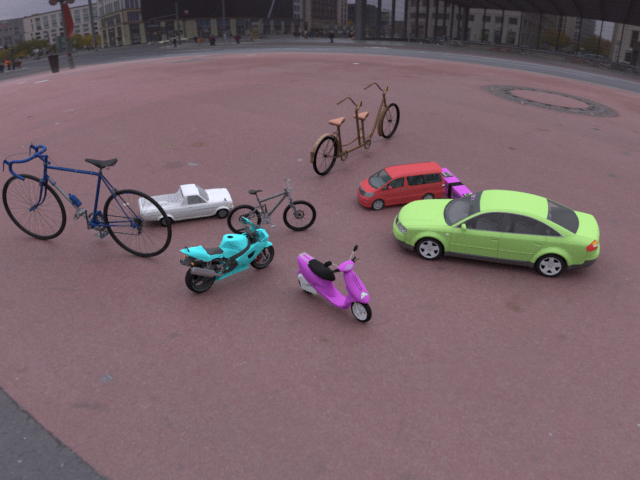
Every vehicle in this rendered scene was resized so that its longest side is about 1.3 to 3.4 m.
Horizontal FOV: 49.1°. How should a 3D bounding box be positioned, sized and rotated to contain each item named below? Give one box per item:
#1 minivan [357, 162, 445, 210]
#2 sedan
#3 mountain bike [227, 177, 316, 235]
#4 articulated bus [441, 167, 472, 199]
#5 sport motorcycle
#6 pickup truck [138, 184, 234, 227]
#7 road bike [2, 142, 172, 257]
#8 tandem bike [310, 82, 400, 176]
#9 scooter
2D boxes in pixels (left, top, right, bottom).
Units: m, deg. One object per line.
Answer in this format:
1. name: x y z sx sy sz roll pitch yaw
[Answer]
1. minivan: 1.434 -0.985 12.494 1.548 0.616 0.681 -7 31 -12
2. sedan: 2.709 -0.237 10.874 3.137 0.940 1.235 8 31 13
3. mountain bike: -0.784 -0.492 11.388 1.469 0.868 0.573 -5 30 -8
4. articulated bus: 2.481 -0.847 12.583 0.311 0.289 1.749 -8 31 -13
5. sport motorcycle: -1.313 0.230 10.183 1.520 0.821 0.506 -21 36 -31
6. pickup truck: -2.300 -0.642 12.005 1.603 0.511 0.640 -9 31 -15
7. road bike: -3.667 -0.595 10.777 3.004 1.656 0.696 9 31 15
8. tandem bike: 0.777 -2.310 14.080 0.550 1.326 3.192 20 36 31
9. scooter: 0.171 0.519 9.584 1.399 0.919 0.662 25 38 36
